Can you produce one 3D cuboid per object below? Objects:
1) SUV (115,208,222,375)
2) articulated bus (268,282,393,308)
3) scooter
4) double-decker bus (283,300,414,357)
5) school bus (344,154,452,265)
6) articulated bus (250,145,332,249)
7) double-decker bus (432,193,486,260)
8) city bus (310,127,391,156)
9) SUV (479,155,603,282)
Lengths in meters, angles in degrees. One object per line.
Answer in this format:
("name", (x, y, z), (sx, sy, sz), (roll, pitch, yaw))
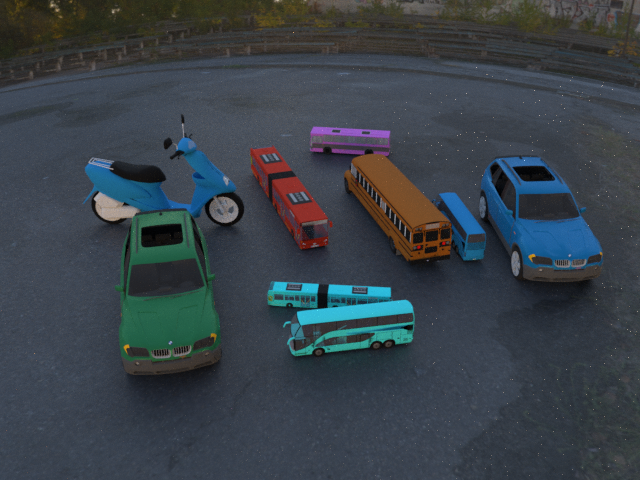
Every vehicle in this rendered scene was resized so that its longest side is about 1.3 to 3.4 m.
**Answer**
("SUV", (-2.067, 0.570, 9.440), (1.276, 1.128, 3.058), (-6, 30, -11))
("articulated bus", (0.144, 0.802, 9.884), (1.749, 0.289, 0.311), (3, 30, 5))
("scooter", (-2.643, -1.046, 11.639), (2.721, 1.786, 1.288), (1, 29, 2))
("double-decker bus", (0.381, 1.140, 9.027), (1.672, 0.541, 0.389), (-5, 30, -9))
("school bus", (1.201, -0.663, 11.917), (0.709, 0.844, 3.322), (-8, 30, -15))
("articulated bus", (-0.616, -0.855, 12.546), (0.605, 0.561, 3.401), (-9, 31, -16))
("double-decker bus", (2.273, -0.264, 11.519), (0.389, 0.541, 1.672), (-4, 30, -8))
("city bus", (0.643, -2.068, 14.802), (1.674, 0.460, 0.476), (4, 30, 8))
("SUV", (3.462, -0.431, 11.216), (1.276, 1.128, 3.058), (-2, 29, -3))
